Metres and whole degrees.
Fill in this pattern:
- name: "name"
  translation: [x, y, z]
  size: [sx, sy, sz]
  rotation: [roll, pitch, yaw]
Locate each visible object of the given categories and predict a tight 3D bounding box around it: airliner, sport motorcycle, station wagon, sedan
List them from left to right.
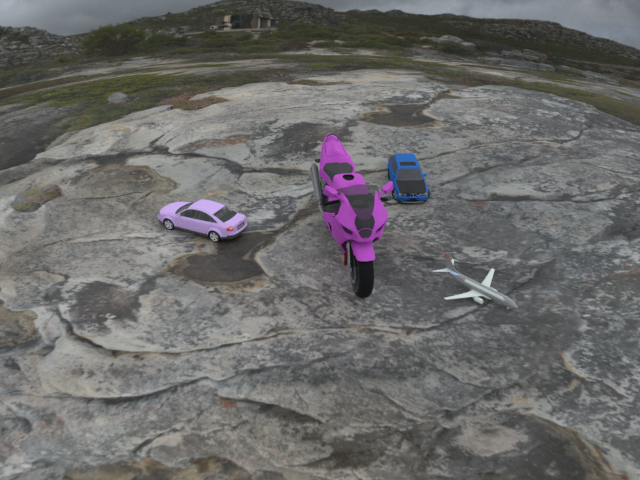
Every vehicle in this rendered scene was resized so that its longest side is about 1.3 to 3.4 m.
- name: "sedan"
  translation: [-1.978, -0.399, 11.660]
  size: [1.613, 0.483, 0.635]
  rotation: [14, 32, 23]
- name: "sport motorcycle"
  translation: [0.406, -0.437, 10.584]
  size: [0.983, 1.596, 2.955]
  rotation: [-5, 29, -8]
- name: "station wagon"
  translation: [1.637, -1.200, 13.109]
  size: [0.682, 0.473, 1.597]
  rotation: [-1, 29, -1]
- name: "airliner"
  translation: [2.259, 0.592, 9.934]
  size: [1.161, 0.429, 1.307]
  rotation: [-25, 37, -37]
